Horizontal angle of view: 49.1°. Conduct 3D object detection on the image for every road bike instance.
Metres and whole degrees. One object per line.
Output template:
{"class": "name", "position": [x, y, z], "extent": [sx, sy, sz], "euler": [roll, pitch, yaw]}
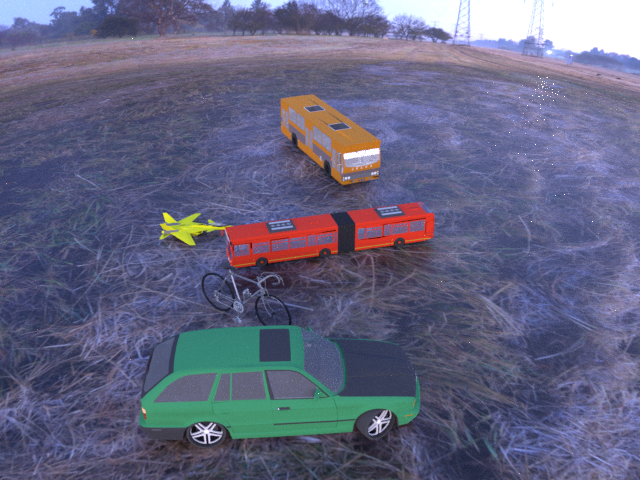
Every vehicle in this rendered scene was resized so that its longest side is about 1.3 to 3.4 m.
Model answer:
{"class": "road bike", "position": [-1.014, 0.734, 9.375], "extent": [1.545, 0.852, 0.358], "euler": [18, 33, 29]}

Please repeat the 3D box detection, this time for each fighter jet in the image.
{"class": "fighter jet", "position": [-1.990, -0.258, 11.775], "extent": [1.358, 0.286, 1.147], "euler": [-2, 29, -4]}

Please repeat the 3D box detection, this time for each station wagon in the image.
{"class": "station wagon", "position": [-0.424, 1.530, 7.851], "extent": [3.105, 0.920, 1.327], "euler": [-2, 29, -4]}

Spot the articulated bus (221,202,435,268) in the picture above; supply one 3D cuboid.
{"class": "articulated bus", "position": [0.168, -0.097, 11.195], "extent": [3.401, 0.561, 0.605], "euler": [-8, 30, -14]}

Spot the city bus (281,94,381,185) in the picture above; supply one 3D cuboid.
{"class": "city bus", "position": [0.137, -2.113, 14.527], "extent": [0.926, 0.894, 3.255], "euler": [-12, 31, -21]}
